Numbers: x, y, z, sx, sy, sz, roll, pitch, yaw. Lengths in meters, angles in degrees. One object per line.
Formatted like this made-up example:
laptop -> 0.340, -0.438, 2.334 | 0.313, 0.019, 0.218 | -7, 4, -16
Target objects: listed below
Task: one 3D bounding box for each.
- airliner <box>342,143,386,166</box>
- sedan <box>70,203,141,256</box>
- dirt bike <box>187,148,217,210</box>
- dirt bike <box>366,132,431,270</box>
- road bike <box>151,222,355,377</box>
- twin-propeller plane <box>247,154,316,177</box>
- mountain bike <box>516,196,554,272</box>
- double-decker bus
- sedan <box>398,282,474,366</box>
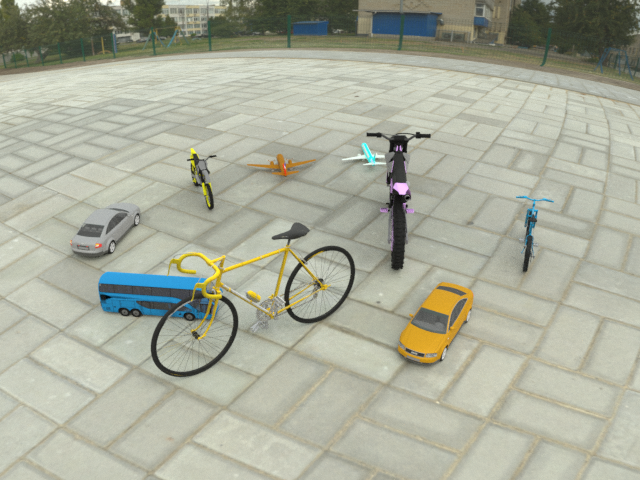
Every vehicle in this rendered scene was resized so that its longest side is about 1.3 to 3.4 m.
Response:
airliner -> 0.994, -1.803, 14.176 | 1.161, 0.429, 1.307 | -4, 31, -7
sedan -> -3.494, -0.260, 11.493 | 0.635, 0.483, 1.613 | 6, 31, 11
dirt bike -> -2.146, -1.172, 12.677 | 0.527, 0.857, 1.493 | -12, 32, -19
dirt bike -> 1.234, -0.830, 11.296 | 1.024, 1.666, 2.903 | 2, 30, 3
road bike -> -0.741, 0.662, 8.764 | 3.004, 1.656, 0.696 | -20, 36, -30
twin-propeller plane -> -0.738, -1.509, 13.697 | 1.370, 0.407, 1.095 | -5, 31, -9
mountain bike -> 3.280, -0.148, 10.922 | 0.573, 0.868, 1.469 | 8, 31, 14
double-decker bus -> -2.201, 0.775, 9.674 | 1.672, 0.541, 0.389 | 3, 31, 6
sedan -> 1.552, 1.042, 9.276 | 0.635, 0.483, 1.613 | 16, 34, 25
